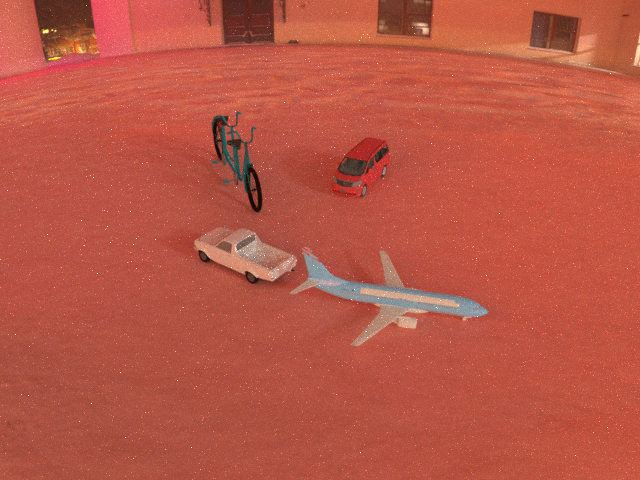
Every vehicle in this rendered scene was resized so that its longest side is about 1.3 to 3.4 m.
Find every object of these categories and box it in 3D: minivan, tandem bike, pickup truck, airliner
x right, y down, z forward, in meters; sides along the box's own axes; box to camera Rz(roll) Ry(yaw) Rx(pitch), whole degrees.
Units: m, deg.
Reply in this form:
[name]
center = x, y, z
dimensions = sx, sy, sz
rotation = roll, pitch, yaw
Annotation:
[minivan]
center = 0.753, -1.335, 12.772
dimensions = 0.681, 0.616, 1.548
rotation = 14, 33, 23
[tandem bike]
center = -1.545, -1.639, 12.589
dimensions = 0.550, 1.326, 3.192
rotation = -11, 32, -18
[pickup truck]
center = -1.119, 0.163, 10.299
dimensions = 1.603, 0.511, 0.640
rotation = 21, 36, 31
[airliner]
center = 0.950, 0.590, 9.241
dimensions = 2.541, 0.835, 2.257
rotation = 7, 31, 11
